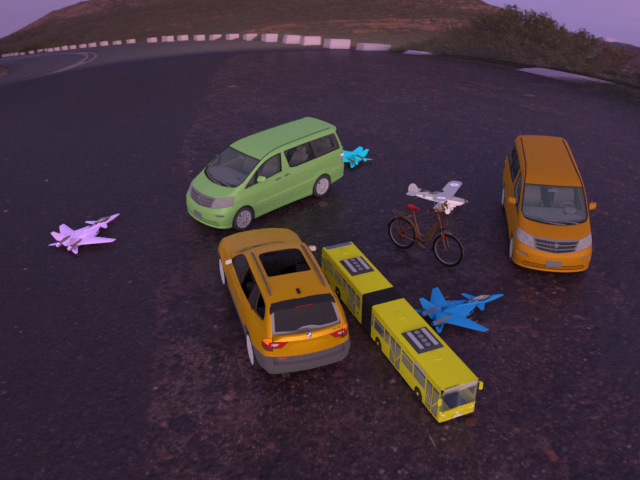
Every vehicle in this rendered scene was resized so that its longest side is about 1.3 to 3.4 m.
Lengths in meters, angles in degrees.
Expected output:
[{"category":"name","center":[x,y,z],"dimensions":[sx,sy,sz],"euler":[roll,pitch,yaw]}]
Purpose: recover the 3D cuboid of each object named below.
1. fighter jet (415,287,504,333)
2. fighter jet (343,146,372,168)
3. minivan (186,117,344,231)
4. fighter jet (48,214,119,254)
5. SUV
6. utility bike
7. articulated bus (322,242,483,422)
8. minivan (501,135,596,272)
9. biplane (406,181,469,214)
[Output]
[{"category":"fighter jet","center":[2.022,0.859,9.677],"dimensions":[1.358,0.286,1.147],"euler":[-15,33,-24]},{"category":"fighter jet","center":[0.381,-1.854,14.391],"dimensions":[1.147,0.286,1.358],"euler":[-26,39,-37]},{"category":"minivan","center":[-0.948,-1.219,12.376],"dimensions":[3.011,1.197,1.324],"euler":[-26,39,-37]},{"category":"fighter jet","center":[-3.783,-0.230,11.569],"dimensions":[1.147,0.286,1.358],"euler":[14,33,23]},{"category":"SUV","center":[-0.558,0.563,9.348],"dimensions":[1.276,1.128,3.058],"euler":[-9,31,-15]},{"category":"utility bike","center":[1.639,-0.186,10.833],"dimensions":[1.435,0.946,0.535],"euler":[23,37,34]},{"category":"articulated bus","center":[0.896,1.039,9.090],"dimensions":[0.605,0.561,3.401],"euler":[-12,32,-20]},{"category":"minivan","center":[3.660,-0.655,11.395],"dimensions":[1.324,1.197,3.011],"euler":[4,30,8]},{"category":"biplane","center":[2.072,-0.764,12.278],"dimensions":[1.090,0.504,1.336],"euler":[13,32,21]}]
